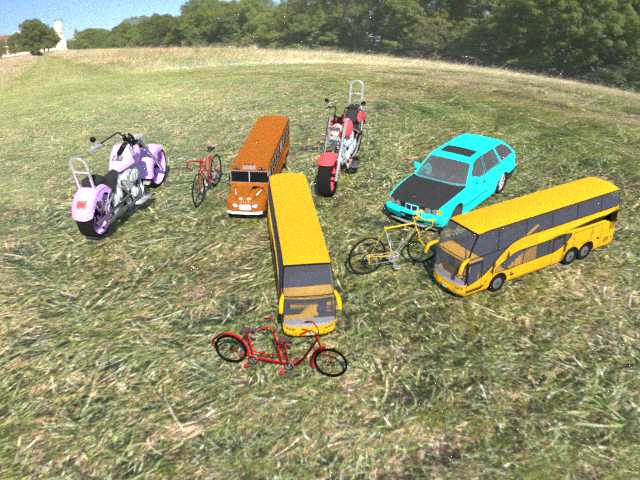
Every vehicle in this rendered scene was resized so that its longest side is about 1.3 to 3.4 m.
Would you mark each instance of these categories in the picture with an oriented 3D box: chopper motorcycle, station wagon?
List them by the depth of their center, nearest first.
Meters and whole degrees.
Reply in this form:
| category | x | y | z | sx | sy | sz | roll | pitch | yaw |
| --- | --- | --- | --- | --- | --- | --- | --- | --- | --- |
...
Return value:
| category | x | y | z | sx | sy | sz | roll | pitch | yaw |
| --- | --- | --- | --- | --- | --- | --- | --- | --- | --- |
| chopper motorcycle | -3.327 | -1.175 | 11.845 | 0.906 | 1.480 | 3.040 | 5 | 28 | 10 |
| station wagon | 2.376 | -1.136 | 12.378 | 1.327 | 0.920 | 3.105 | 19 | 33 | 32 |
| chopper motorcycle | 0.426 | -2.010 | 13.456 | 0.906 | 1.480 | 3.040 | 7 | 28 | 13 |

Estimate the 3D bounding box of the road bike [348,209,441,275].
| category | x | y | z | sx | sy | sz | roll | pitch | yaw |
| --- | --- | --- | --- | --- | --- | --- | --- | --- | --- |
| road bike | 1.120 | 0.037 | 10.188 | 1.545 | 0.852 | 0.358 | -11 | 29 | -20 |

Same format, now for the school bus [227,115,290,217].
| category | x | y | z | sx | sy | sz | roll | pitch | yaw |
| --- | --- | --- | --- | --- | --- | --- | --- | --- | --- |
| school bus | -1.103 | -1.421 | 13.009 | 0.709 | 0.844 | 3.322 | 2 | 27 | 5 |

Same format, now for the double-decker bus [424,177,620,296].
| category | x | y | z | sx | sy | sz | roll | pitch | yaw |
| --- | --- | --- | --- | --- | --- | --- | --- | --- | --- |
| double-decker bus | 3.020 | -0.074 | 10.185 | 3.251 | 1.052 | 0.756 | -16 | 31 | -28 |

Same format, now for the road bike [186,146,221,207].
| category | x | y | z | sx | sy | sz | roll | pitch | yaw |
| --- | --- | --- | --- | --- | --- | --- | --- | --- | --- |
| road bike | -2.032 | -1.202 | 12.580 | 0.358 | 0.852 | 1.545 | 5 | 28 | 10 |

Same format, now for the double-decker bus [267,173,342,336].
| category | x | y | z | sx | sy | sz | roll | pitch | yaw |
| --- | --- | --- | --- | --- | --- | --- | --- | --- | --- |
| double-decker bus | -0.317 | 0.123 | 9.806 | 0.756 | 1.052 | 3.251 | -3 | 28 | -7 |

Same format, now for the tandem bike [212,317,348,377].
| category | x | y | z | sx | sy | sz | roll | pitch | yaw |
| --- | --- | --- | --- | --- | --- | --- | --- | --- | --- |
| tandem bike | -0.483 | 1.220 | 8.091 | 1.642 | 0.682 | 0.283 | 6 | 28 | 12 |
